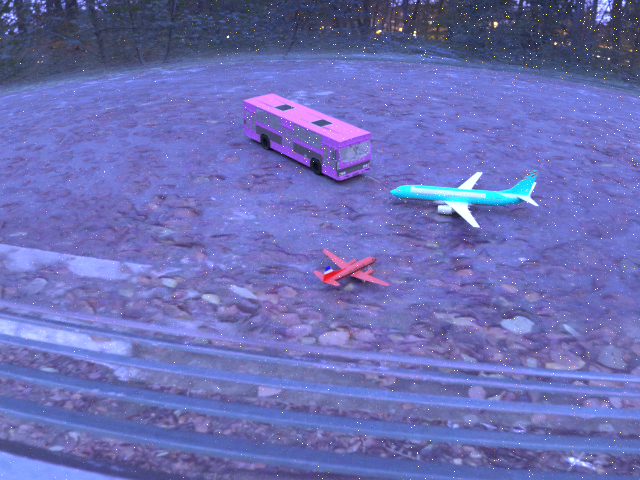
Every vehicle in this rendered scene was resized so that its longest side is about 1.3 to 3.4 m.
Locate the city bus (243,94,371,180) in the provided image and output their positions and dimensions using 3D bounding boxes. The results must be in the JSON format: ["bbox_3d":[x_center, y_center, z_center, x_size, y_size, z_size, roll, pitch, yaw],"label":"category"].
[{"bbox_3d":[-0.343,-2.132,14.368,0.926,0.894,3.255,-22,36,-34],"label":"city bus"}]

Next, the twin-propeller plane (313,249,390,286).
[{"bbox_3d":[0.447,0.402,10.303,1.095,0.407,1.370,-24,37,-36],"label":"twin-propeller plane"}]

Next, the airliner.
[{"bbox_3d":[2.505,-0.935,12.272,2.541,0.835,2.257,6,30,11],"label":"airliner"}]
